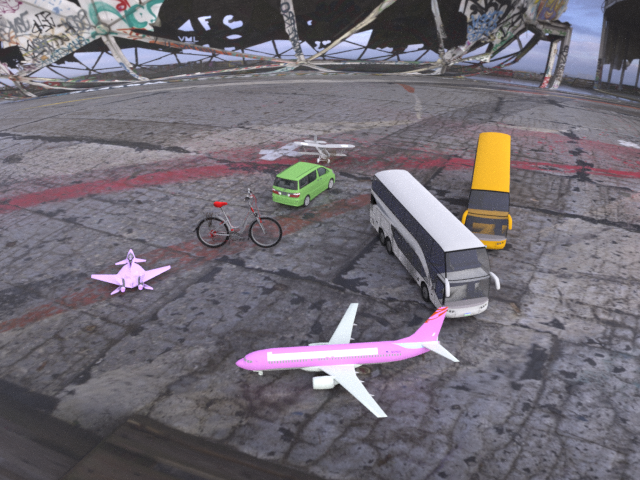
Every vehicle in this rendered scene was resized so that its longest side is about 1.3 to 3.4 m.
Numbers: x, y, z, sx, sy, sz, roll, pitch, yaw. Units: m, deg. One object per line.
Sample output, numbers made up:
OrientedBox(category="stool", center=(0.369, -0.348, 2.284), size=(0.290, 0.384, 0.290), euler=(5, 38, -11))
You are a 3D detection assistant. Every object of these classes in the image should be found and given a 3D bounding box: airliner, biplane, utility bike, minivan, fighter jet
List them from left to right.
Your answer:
OrientedBox(category="fighter jet", center=(-2.845, 0.363, 10.518), size=(1.147, 0.286, 1.358), euler=(-7, 27, -13))
OrientedBox(category="utility bike", center=(-1.317, -0.329, 11.161), size=(1.435, 0.946, 0.535), euler=(0, 27, 1))
OrientedBox(category="minivan", center=(-0.277, -1.119, 13.098), size=(0.681, 0.616, 1.548), euler=(14, 30, 25))
OrientedBox(category="biplane", center=(0.048, -1.942, 14.859), size=(1.336, 0.504, 1.090), euler=(-8, 28, -16))
OrientedBox(category="airliner", center=(0.272, 1.199, 8.245), size=(2.541, 0.835, 2.257), euler=(-2, 27, -4))

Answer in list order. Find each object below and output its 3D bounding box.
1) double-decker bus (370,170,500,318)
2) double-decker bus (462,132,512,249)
OrientedBox(category="double-decker bus", center=(1.558, -0.016, 10.420), size=(0.756, 1.052, 3.251), euler=(-7, 27, -13))
OrientedBox(category="double-decker bus", center=(2.953, -0.903, 12.184), size=(0.756, 1.052, 3.251), euler=(6, 27, 13))
